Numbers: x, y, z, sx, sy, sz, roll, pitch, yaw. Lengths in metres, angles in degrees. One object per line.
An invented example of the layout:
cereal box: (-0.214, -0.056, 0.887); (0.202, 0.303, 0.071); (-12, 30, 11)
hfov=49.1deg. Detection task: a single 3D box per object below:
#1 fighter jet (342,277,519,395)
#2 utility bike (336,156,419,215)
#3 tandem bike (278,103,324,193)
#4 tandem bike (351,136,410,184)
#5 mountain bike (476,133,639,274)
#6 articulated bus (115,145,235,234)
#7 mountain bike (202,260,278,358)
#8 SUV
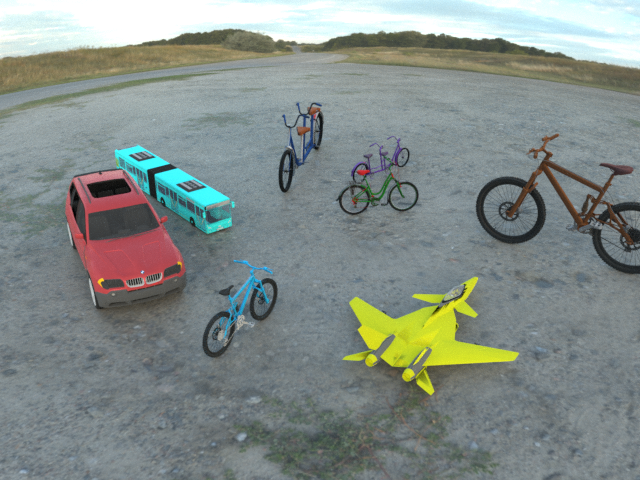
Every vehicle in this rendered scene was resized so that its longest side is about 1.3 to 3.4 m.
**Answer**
fighter jet: (1.464, 0.869, 8.737); (2.229, 0.557, 2.640); (17, 32, 30)
utility bike: (0.962, -0.912, 11.776); (1.435, 0.946, 0.535); (-4, 27, -8)
tandem bike: (-0.319, -2.008, 13.492); (0.550, 1.326, 3.192); (6, 28, 12)
tandem bike: (1.171, -1.546, 13.298); (1.642, 0.682, 0.283); (-23, 35, -38)
mountain bike: (3.666, -0.506, 10.176); (2.857, 1.688, 1.114); (16, 31, 28)
articulated bus: (-2.646, -0.956, 12.283); (0.605, 0.561, 3.401); (-20, 33, -34)
mountain bike: (-0.951, 0.800, 8.532); (0.573, 0.868, 1.469); (16, 31, 27)
SUV: (-2.886, -0.129, 10.054); (1.276, 1.128, 3.058); (-13, 30, -23)
